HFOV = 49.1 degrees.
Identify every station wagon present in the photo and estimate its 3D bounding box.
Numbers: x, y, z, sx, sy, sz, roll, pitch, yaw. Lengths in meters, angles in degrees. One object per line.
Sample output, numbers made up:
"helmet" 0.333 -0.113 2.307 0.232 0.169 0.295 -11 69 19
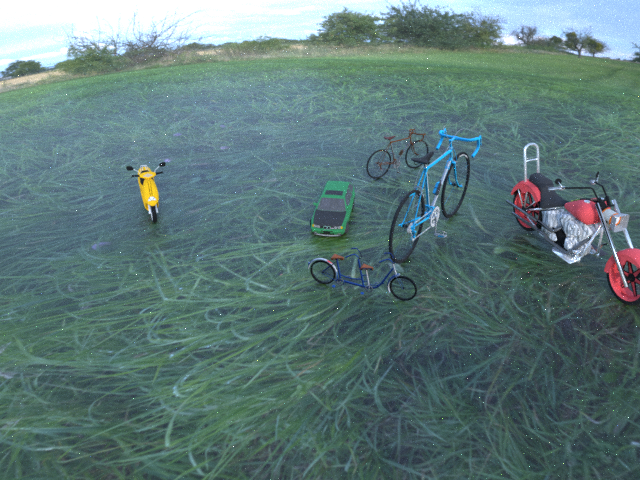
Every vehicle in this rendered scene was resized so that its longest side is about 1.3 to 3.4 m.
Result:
"station wagon" 0.235 -0.589 12.053 0.682 0.473 1.597 4 29 8

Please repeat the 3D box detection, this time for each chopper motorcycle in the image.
"chopper motorcycle" 3.900 -0.306 10.474 0.906 1.480 3.040 -11 30 -20

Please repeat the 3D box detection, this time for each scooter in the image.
"scooter" -3.014 -0.960 12.270 0.662 0.919 1.399 -9 30 -16

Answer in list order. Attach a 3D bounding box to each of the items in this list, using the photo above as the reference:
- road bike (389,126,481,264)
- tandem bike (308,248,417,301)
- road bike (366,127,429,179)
"road bike" 1.826 -0.785 11.174 0.697 1.656 3.004 17 33 28
"tandem bike" 0.586 0.445 9.927 1.642 0.682 0.283 11 30 19
"road bike" 1.539 -1.703 13.712 1.545 0.852 0.358 -17 33 -28
